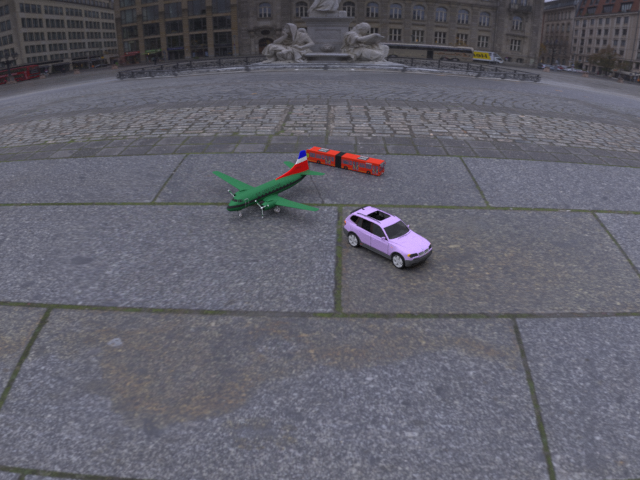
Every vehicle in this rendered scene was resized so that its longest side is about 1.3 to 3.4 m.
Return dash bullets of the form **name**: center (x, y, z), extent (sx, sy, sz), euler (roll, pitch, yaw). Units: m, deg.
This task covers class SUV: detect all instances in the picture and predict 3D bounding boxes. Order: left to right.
- **SUV**: center (1.072, -0.085, 11.246), extent (0.656, 0.580, 1.572), euler (-24, 36, -37)

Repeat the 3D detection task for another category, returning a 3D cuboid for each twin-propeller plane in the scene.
- **twin-propeller plane**: center (-0.915, -1.030, 12.815), extent (2.663, 0.792, 2.129), euler (22, 35, 36)

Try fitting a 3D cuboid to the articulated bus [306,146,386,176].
- **articulated bus**: center (0.521, -1.644, 14.522), extent (1.749, 0.289, 0.311), euler (15, 31, 26)
